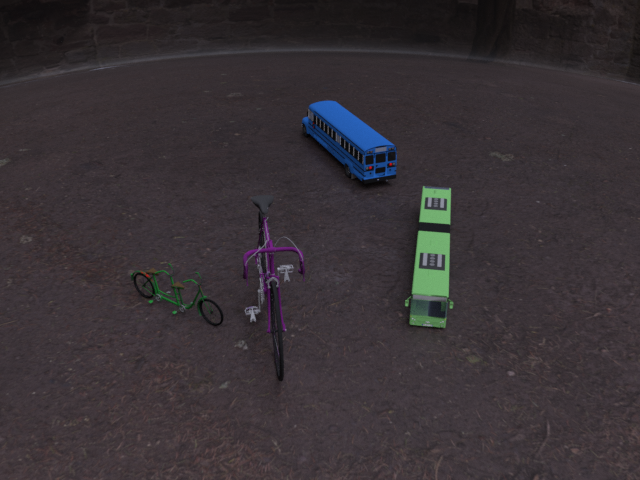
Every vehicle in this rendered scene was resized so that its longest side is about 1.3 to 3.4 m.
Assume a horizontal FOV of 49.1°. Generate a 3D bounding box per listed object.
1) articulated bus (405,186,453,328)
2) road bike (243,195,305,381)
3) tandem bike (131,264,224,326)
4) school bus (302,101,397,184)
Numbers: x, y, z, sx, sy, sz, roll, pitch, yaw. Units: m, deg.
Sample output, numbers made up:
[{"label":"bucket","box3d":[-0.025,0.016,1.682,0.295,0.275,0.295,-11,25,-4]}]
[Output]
[{"label":"articulated bus","box3d":[1.674,0.126,10.425,0.605,0.561,3.401,5,30,9]},{"label":"road bike","box3d":[-0.646,0.396,8.827,0.696,1.656,3.004,-4,30,-8]},{"label":"tandem bike","box3d":[-1.940,0.659,9.352,1.642,0.682,0.283,17,34,28]},{"label":"school bus","box3d":[0.479,-2.050,14.012,0.709,0.844,3.322,-11,31,-19]}]
